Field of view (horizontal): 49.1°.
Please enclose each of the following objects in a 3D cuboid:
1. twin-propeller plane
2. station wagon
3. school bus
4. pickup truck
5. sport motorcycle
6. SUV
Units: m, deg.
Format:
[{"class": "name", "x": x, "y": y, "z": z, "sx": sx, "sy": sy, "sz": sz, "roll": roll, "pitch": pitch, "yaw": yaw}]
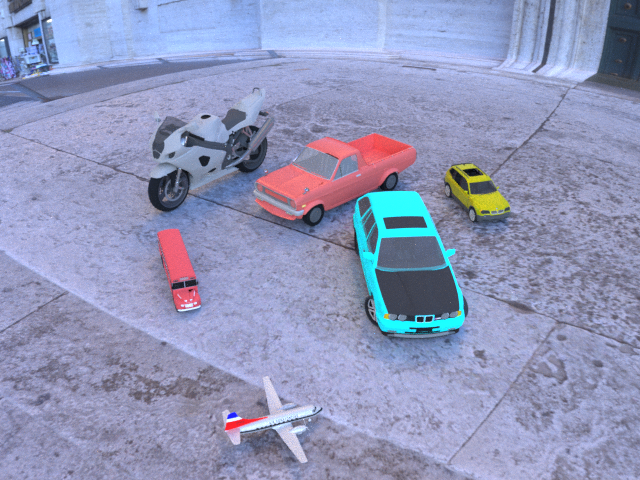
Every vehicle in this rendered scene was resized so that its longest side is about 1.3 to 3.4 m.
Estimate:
[{"class": "twin-propeller plane", "x": -0.480, "y": 1.879, "z": 7.454, "sx": 1.095, "sy": 0.407, "sz": 1.370, "roll": -10, "pitch": 31, "yaw": -18}, {"class": "station wagon", "x": 1.187, "y": 0.178, "z": 9.910, "sx": 1.327, "sy": 0.920, "sz": 3.105, "roll": -2, "pitch": 30, "yaw": -3}, {"class": "school bus", "x": -2.020, "y": 0.416, "z": 9.985, "sx": 0.365, "sy": 0.434, "sz": 1.708, "roll": -10, "pitch": 31, "yaw": -17}, {"class": "pickup truck", "x": 0.325, "y": -1.247, "z": 12.328, "sx": 3.117, "sy": 0.993, "sz": 1.244, "roll": -26, "pitch": 38, "yaw": -37}, {"class": "sport motorcycle", "x": -1.930, "y": -1.639, "z": 12.407, "sx": 0.983, "sy": 1.596, "sz": 2.955, "roll": 20, "pitch": 35, "yaw": 31}, {"class": "SUV", "x": 2.683, "y": -0.838, "z": 12.029, "sx": 0.656, "sy": 0.580, "sz": 1.572, "roll": -8, "pitch": 31, "yaw": -14}]
